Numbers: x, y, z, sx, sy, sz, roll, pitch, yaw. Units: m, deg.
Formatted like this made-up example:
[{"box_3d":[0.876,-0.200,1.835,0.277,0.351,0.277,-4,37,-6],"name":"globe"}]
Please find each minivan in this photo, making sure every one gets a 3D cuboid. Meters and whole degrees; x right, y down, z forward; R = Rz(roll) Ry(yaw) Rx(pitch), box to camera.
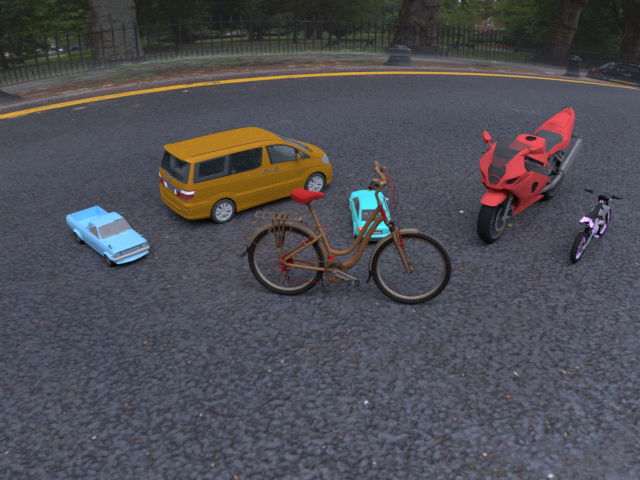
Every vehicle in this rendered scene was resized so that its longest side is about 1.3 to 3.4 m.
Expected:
[{"box_3d":[-1.192,-1.247,11.925,3.011,1.197,1.324,-19,34,-31],"name":"minivan"}]

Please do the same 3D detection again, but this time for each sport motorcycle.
[{"box_3d":[3.321,-1.086,11.208,0.983,1.596,2.955,21,35,34],"name":"sport motorcycle"}]

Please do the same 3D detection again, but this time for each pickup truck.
[{"box_3d":[-3.234,-0.133,10.586,0.640,0.511,1.603,-24,36,-37],"name":"pickup truck"}]

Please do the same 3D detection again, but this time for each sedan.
[{"box_3d":[0.809,-0.478,11.254,0.635,0.483,1.613,-1,28,-2],"name":"sedan"}]

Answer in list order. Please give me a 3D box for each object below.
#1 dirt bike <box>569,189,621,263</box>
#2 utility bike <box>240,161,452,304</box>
[{"box_3d":[4.084,-0.259,10.455,0.527,0.857,1.493,21,35,34],"name":"dirt bike"},{"box_3d":[0.329,-0.084,9.100,2.791,1.839,1.039,4,29,7],"name":"utility bike"}]
